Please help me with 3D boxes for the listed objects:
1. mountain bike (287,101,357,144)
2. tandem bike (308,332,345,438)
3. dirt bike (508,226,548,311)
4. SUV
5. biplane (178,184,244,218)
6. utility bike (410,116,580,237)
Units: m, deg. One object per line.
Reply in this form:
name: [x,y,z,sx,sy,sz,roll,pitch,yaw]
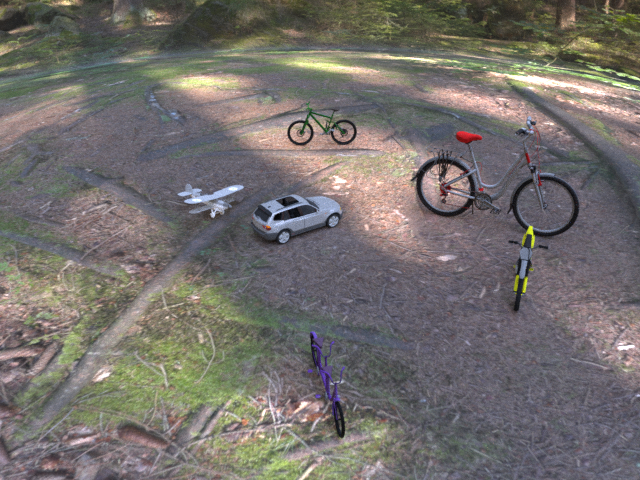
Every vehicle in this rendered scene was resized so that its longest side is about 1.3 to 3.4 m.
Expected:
mountain bike: [0.045,-2.395,14.642,1.469,0.868,0.573,-1,30,-2]
tandem bike: [0.073,1.512,8.002,0.283,0.682,1.642,-6,30,-11]
dirt bike: [2.892,0.337,9.879,0.527,0.857,1.493,10,31,17]
SUV: [-0.368,-0.439,11.514,1.572,0.580,0.656,-19,35,-29]
biplane: [-1.915,-0.705,12.055,1.090,0.504,1.336,20,35,31]
utility bike: [2.865,-1.118,11.434,2.791,1.839,1.039,13,32,22]
